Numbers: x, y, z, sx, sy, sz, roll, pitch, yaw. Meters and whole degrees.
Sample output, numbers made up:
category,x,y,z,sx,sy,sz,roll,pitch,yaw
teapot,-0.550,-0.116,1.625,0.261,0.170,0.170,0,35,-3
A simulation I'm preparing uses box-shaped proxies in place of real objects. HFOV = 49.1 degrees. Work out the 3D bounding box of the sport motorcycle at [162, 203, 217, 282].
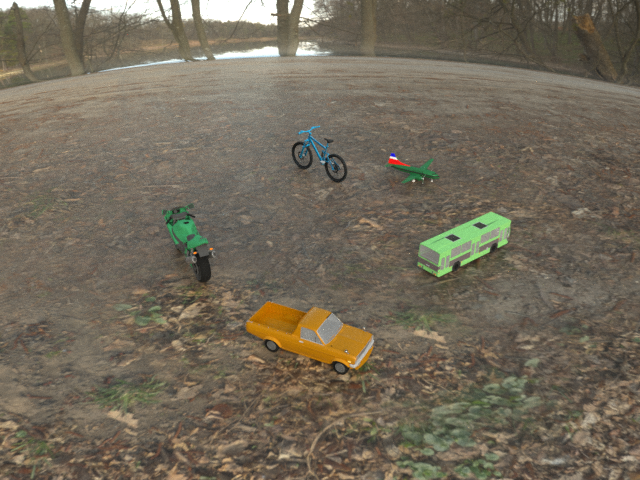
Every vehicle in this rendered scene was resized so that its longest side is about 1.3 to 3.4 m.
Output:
category,x,y,z,sx,sy,sz,roll,pitch,yaw
sport motorcycle,-1.971,0.022,10.513,0.506,0.821,1.520,-15,32,-25

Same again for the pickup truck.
category,x,y,z,sx,sy,sz,roll,pitch,yaw
pickup truck,-0.134,1.151,8.808,1.603,0.511,0.640,14,32,23

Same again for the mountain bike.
category,x,y,z,sx,sy,sz,roll,pitch,yaw
mountain bike,-0.024,-1.652,13.466,1.469,0.868,0.573,25,38,38

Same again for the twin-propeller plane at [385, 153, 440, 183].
category,x,y,z,sx,sy,sz,roll,pitch,yaw
twin-propeller plane,1.803,-1.387,13.463,1.095,0.407,1.370,17,33,27

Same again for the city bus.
category,x,y,z,sx,sy,sz,roll,pitch,yaw
city bus,2.244,0.070,10.798,1.674,0.460,0.476,-22,36,-33
